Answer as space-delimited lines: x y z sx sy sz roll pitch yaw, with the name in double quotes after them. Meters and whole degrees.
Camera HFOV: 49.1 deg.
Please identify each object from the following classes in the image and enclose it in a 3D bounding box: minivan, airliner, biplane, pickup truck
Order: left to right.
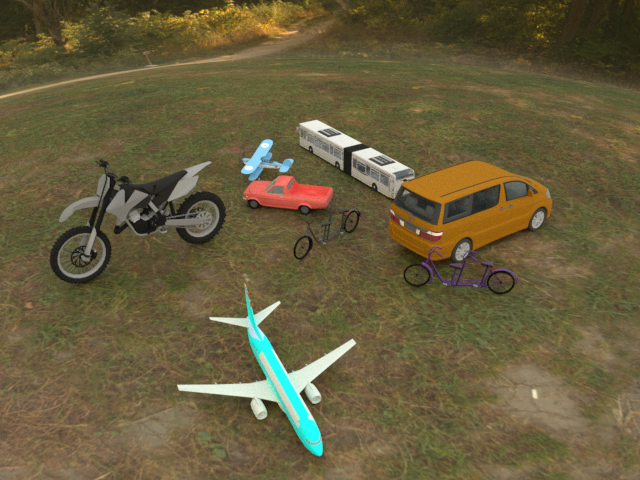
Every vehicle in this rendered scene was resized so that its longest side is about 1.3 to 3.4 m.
-1.081 -1.507 13.868 1.090 0.504 1.336 9 30 15 "biplane"
-0.491 1.460 8.162 2.257 0.835 2.541 -12 31 -20 "airliner"
-0.579 -0.854 12.682 1.603 0.511 0.640 7 30 12 "pickup truck"
2.575 -0.620 11.549 3.011 1.197 1.324 -19 34 -31 "minivan"

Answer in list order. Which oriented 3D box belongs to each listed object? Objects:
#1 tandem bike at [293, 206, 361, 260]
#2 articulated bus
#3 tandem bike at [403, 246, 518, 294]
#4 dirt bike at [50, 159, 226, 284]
0.141 -0.223 11.364 0.283 0.682 1.642 24 37 36 "tandem bike"
0.640 -1.686 14.134 0.605 0.561 3.401 -17 33 -28 "articulated bus"
2.042 0.447 10.153 1.642 0.682 0.283 4 29 8 "tandem bike"
-2.717 -0.388 10.646 2.903 1.666 1.024 -21 35 -33 "dirt bike"
